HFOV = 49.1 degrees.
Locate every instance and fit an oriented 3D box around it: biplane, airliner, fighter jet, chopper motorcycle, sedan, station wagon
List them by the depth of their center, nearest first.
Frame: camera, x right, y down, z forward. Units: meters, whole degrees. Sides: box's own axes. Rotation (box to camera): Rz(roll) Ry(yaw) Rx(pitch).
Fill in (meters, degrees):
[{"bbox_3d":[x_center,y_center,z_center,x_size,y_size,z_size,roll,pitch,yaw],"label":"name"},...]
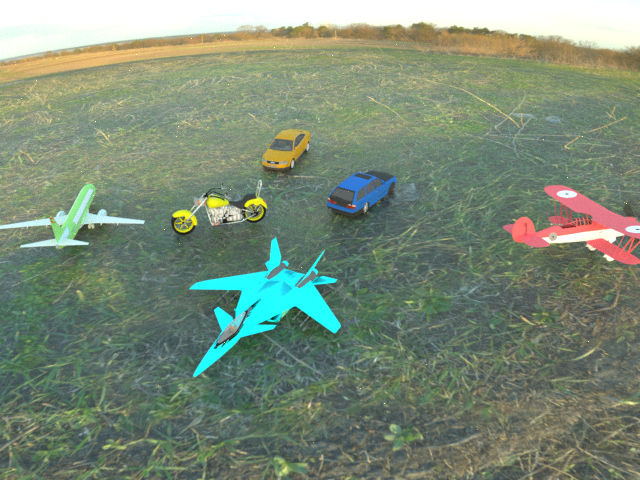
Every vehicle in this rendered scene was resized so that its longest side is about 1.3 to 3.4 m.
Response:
[{"bbox_3d":[-0.857,0.848,9.014,2.229,0.557,2.640,14,32,23],"label":"fighter jet"},{"bbox_3d":[3.797,-0.164,10.382,2.120,0.981,2.598,-7,30,-12],"label":"biplane"},{"bbox_3d":[-3.938,-0.542,11.203,2.257,0.835,2.541,-2,29,-4],"label":"airliner"},{"bbox_3d":[-1.620,-0.529,11.255,1.563,0.761,0.466,-9,31,-15],"label":"chopper motorcycle"},{"bbox_3d":[0.766,-0.913,12.230,0.682,0.473,1.597,18,34,29],"label":"station wagon"},{"bbox_3d":[-0.665,-1.850,13.887,0.635,0.483,1.613,9,30,15],"label":"sedan"}]
